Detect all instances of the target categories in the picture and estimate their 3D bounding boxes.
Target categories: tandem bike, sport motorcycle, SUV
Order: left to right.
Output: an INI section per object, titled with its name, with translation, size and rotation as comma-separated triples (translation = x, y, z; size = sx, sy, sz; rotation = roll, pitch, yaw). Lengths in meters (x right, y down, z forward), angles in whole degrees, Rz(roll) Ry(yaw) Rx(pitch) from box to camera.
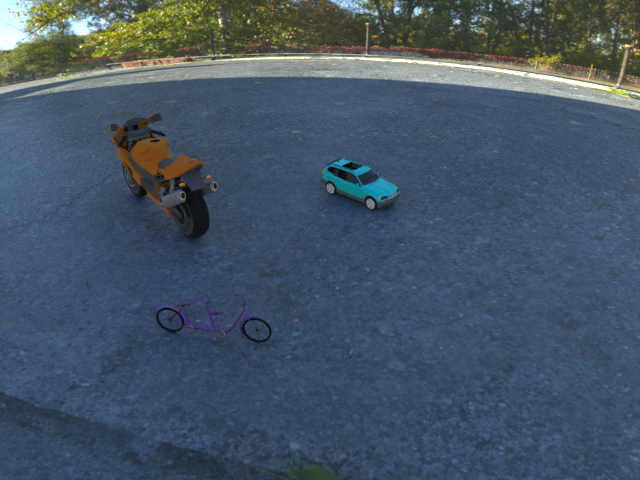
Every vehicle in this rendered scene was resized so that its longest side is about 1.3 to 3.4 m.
[sport motorcycle]
translation = -2.763, -1.143, 12.113
size = 0.983, 1.596, 2.955
rotation = -21, 36, -33
[tandem bike]
translation = -1.437, 1.003, 9.225
size = 1.642, 0.682, 0.283
rotation = 6, 30, 10
[SUV]
translation = 0.740, -1.074, 13.027
size = 1.572, 0.580, 0.656
rotation = 24, 37, 36
